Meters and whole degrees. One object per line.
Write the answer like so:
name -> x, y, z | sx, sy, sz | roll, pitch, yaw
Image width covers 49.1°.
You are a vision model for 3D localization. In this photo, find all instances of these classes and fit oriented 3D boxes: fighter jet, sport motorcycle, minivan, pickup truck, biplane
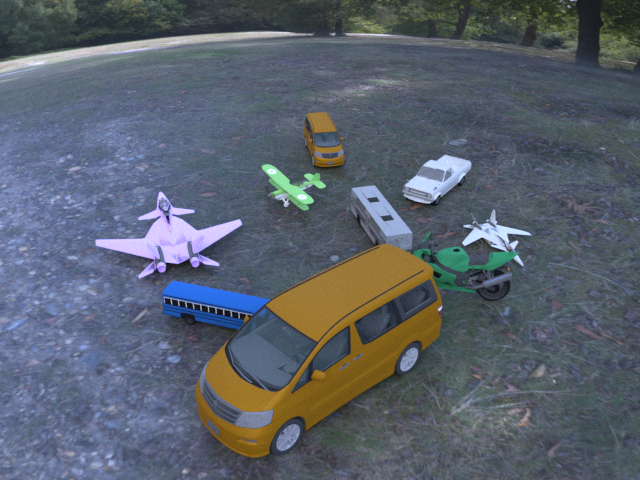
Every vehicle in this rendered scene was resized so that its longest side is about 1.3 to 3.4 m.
fighter jet -> 2.761, -0.024, 10.674 | 1.147, 0.286, 1.358 | -8, 31, -14
sport motorcycle -> 1.840, 0.403, 9.415 | 1.520, 0.821, 0.506 | 5, 31, 9
minivan -> 0.065, -1.959, 13.655 | 0.681, 0.616, 1.548 | -5, 31, -8
minivan -> 0.037, 1.126, 7.806 | 3.011, 1.197, 1.324 | -24, 38, -35
pickup truck -> 2.084, -1.125, 12.333 | 0.640, 0.511, 1.603 | 20, 36, 30
biplane -> -0.423, -0.872, 11.907 | 1.090, 0.504, 1.336 | -21, 36, -32
fighter jet -> -2.379, -0.339, 10.945 | 2.229, 0.557, 2.640 | -9, 31, -15

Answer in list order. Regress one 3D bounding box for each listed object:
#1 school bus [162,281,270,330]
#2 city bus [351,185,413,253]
school bus -> -1.175, 0.904, 8.941 | 1.708, 0.434, 0.365 | 10, 32, 16
city bus -> 0.932, -0.281, 10.941 | 0.476, 0.460, 1.674 | -8, 31, -14
